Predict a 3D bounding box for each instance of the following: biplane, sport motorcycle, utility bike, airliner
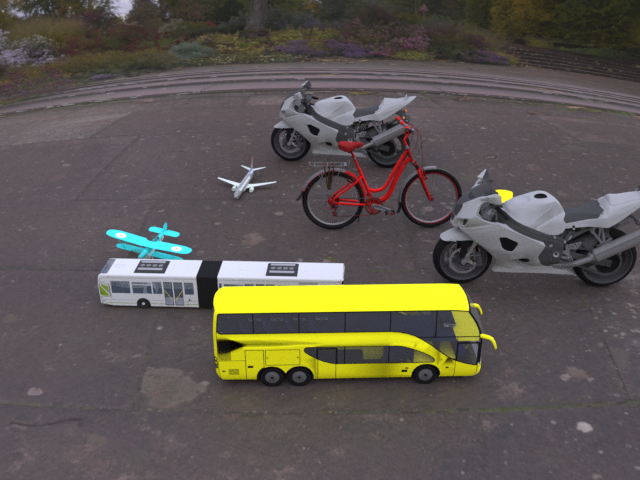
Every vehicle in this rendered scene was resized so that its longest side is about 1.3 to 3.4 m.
[{"bbox_3d":[-2.560,0.077,10.820,1.336,0.504,1.090,5,28,10],"label":"biplane"},{"bbox_3d":[0.429,-2.306,14.245,2.955,1.596,0.983,5,28,9],"label":"sport motorcycle"},{"bbox_3d":[3.112,-0.080,9.936,2.955,1.596,0.983,1,27,2],"label":"sport motorcycle"},{"bbox_3d":[0.985,-1.085,11.617,2.791,1.839,1.039,-1,27,-2],"label":"utility bike"},{"bbox_3d":[-1.436,-1.178,13.333,1.161,0.429,1.307,5,28,9],"label":"airliner"}]

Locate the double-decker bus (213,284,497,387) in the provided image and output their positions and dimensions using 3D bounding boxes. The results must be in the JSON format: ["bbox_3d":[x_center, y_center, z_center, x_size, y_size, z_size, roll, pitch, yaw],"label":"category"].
[{"bbox_3d":[0.380,1.093,8.258,3.251,1.052,0.756,-1,27,-1],"label":"double-decker bus"}]

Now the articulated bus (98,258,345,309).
[{"bbox_3d":[-1.320,0.619,9.710,3.401,0.561,0.605,1,27,2],"label":"articulated bus"}]

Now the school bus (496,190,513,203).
[{"bbox_3d":[3.085,-0.435,11.889,0.365,0.434,1.708,6,28,12],"label":"school bus"}]
